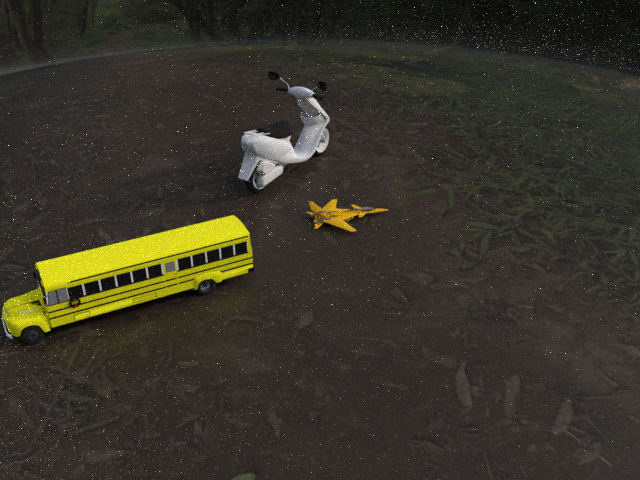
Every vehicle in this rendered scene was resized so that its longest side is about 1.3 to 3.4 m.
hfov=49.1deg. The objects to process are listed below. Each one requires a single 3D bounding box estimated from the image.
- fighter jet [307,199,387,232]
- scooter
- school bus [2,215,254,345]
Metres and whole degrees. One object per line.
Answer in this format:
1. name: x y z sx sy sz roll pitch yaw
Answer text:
1. fighter jet: 0.499 -0.495 11.631 1.358 0.286 1.147 -8 31 -13
2. scooter: -0.577 -2.021 12.740 1.288 1.786 2.721 19 35 28
3. school bus: -2.548 0.482 9.428 3.322 0.844 0.709 -15 34 -24
